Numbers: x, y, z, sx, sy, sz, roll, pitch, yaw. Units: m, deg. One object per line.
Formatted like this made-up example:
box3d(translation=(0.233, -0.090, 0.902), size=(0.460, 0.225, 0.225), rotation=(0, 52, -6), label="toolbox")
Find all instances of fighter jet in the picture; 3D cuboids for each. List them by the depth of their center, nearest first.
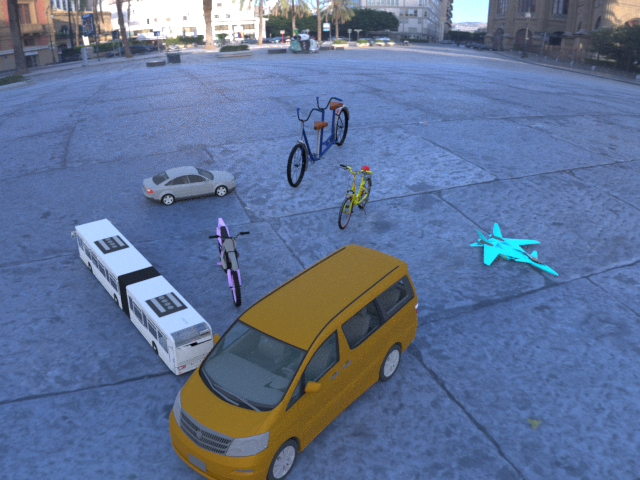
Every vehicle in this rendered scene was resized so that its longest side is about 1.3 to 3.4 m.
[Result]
box3d(translation=(2.858, 0.158, 10.025), size=(1.147, 0.286, 1.358), rotation=(-19, 33, -32), label="fighter jet")

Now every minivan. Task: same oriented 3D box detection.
box3d(translation=(-0.175, 1.146, 7.114), size=(1.324, 1.197, 3.011), rotation=(19, 33, 33), label="minivan")

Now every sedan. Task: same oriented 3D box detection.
box3d(translation=(-2.239, -0.999, 12.056), size=(1.613, 0.483, 0.635), rotation=(-11, 29, -20), label="sedan")

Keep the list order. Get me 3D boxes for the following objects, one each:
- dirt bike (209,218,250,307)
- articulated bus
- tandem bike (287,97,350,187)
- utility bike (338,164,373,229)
box3d(translation=(-1.204, 0.225, 9.272), size=(0.527, 0.857, 1.493), rotation=(-7, 28, -14), label="dirt bike")
box3d(translation=(-2.326, 0.591, 8.884), size=(0.605, 0.561, 3.401), rotation=(-18, 32, -30), label="articulated bus")
box3d(translation=(0.025, -2.061, 13.196), size=(0.550, 1.326, 3.192), rotation=(10, 29, 19), label="tandem bike")
box3d(translation=(0.626, -0.782, 11.128), size=(0.535, 0.946, 1.435), rotation=(11, 29, 21), label="utility bike")
